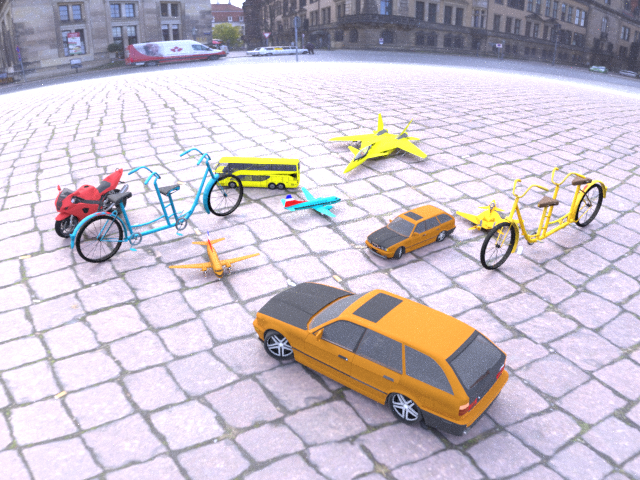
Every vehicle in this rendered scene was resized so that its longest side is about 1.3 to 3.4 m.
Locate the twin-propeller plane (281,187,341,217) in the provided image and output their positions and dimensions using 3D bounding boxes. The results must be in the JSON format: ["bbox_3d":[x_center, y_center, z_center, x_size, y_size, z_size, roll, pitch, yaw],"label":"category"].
[{"bbox_3d":[-0.121,-0.686,12.298,1.095,0.407,1.370,-12,30,-22],"label":"twin-propeller plane"}]

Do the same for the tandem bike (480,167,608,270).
[{"bbox_3d":[3.600,-0.492,10.945,3.192,1.326,0.550,-20,34,-33],"label":"tandem bike"}]

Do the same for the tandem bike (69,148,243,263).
[{"bbox_3d":[-2.514,-0.620,11.188,3.192,1.326,0.550,-24,36,-37],"label":"tandem bike"}]

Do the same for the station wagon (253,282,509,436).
[{"bbox_3d":[0.613,1.143,8.276,3.105,0.920,1.327,20,34,33],"label":"station wagon"}]

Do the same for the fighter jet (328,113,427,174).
[{"bbox_3d":[1.093,-1.990,14.612,2.229,0.557,2.640,14,31,25],"label":"fighter jet"}]

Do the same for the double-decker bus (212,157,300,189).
[{"bbox_3d":[-1.211,-1.277,13.276,1.672,0.541,0.389,2,28,4],"label":"double-decker bus"}]

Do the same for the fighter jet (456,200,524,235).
[{"bbox_3d":[2.952,-0.511,12.096,1.147,0.286,1.358,9,29,16],"label":"fighter jet"}]

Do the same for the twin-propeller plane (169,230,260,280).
[{"bbox_3d":[-1.600,0.236,10.548,1.370,0.407,1.095,-8,29,-15],"label":"twin-propeller plane"}]

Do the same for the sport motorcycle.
[{"bbox_3d":[-3.842,-0.628,11.744,0.506,0.821,1.520,17,32,29],"label":"sport motorcycle"}]

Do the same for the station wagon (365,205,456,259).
[{"bbox_3d":[1.460,-0.169,11.247,1.597,0.473,0.682,-20,34,-33],"label":"station wagon"}]
